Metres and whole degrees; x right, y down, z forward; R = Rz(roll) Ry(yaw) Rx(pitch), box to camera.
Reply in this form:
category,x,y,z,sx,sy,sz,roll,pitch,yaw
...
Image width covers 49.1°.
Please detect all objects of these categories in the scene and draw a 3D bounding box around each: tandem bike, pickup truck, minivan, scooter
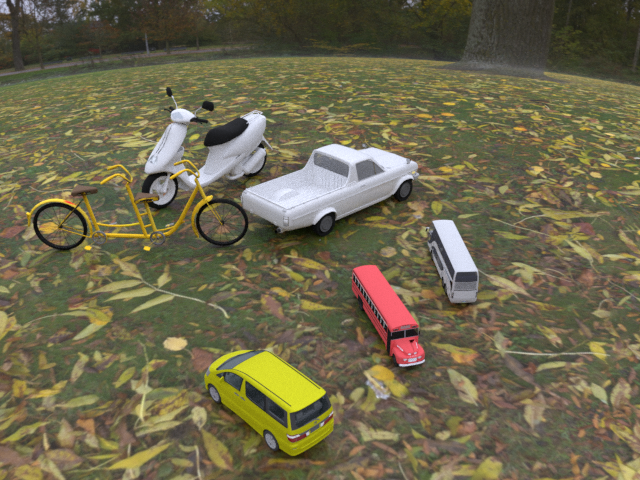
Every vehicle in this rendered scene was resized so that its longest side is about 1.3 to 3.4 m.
category,x,y,z,sx,sy,sz,roll,pitch,yaw
tandem bike,-2.647,-0.467,10.123,3.192,1.326,0.550,-1,28,-2
pickup truck,0.242,-0.944,11.381,3.117,0.993,1.244,-24,36,-38
minivan,-0.562,1.525,7.117,0.681,0.616,1.548,-23,36,-37
scooter,-1.901,-1.666,11.897,2.721,1.786,1.288,-25,37,-38

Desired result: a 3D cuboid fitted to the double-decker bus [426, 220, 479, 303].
category,x,y,z,sx,sy,sz,roll,pitch,yaw
double-decker bus,1.799,0.245,9.615,0.389,0.541,1.672,-2,28,-3

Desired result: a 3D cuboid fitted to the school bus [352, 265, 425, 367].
category,x,y,z,sx,sy,sz,roll,pitch,yaw
school bus,0.811,0.896,8.500,0.365,0.434,1.708,-8,29,-14
